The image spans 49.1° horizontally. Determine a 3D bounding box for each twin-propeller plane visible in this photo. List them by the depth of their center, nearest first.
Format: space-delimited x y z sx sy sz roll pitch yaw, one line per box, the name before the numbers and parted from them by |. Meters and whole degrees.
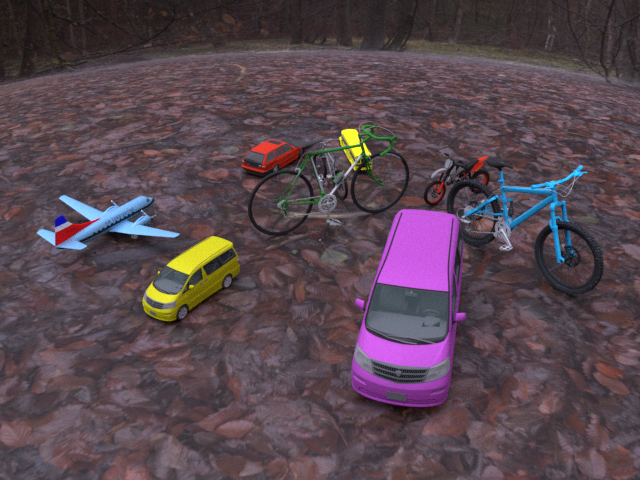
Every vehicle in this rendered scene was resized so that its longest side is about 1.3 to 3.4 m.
twin-propeller plane | -3.448 -0.381 11.353 2.663 0.792 2.129 17 34 27

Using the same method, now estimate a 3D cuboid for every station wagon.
station wagon | -0.887 -1.764 14.108 0.682 0.473 1.597 17 34 28

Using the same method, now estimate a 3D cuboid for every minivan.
minivan | 1.202 0.755 8.943 1.324 1.197 3.011 7 30 12
minivan | -1.823 0.533 9.922 0.681 0.616 1.548 18 34 29

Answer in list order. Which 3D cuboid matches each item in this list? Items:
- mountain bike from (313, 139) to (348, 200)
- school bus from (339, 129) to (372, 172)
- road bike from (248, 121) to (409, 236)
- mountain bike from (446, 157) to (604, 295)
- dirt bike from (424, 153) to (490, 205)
mountain bike | 0.184 -1.340 12.963 0.573 0.868 1.469 -12 32 -21
school bus | 0.706 -1.862 14.320 0.365 0.434 1.708 -5 30 -8
road bike | 0.207 -1.007 11.580 3.004 1.656 0.697 -13 32 -22
mountain bike | 2.976 -0.352 10.395 1.114 1.688 2.857 -21 36 -32
dirt bike | 2.496 -1.123 12.593 1.493 0.857 0.527 -16 33 -25
